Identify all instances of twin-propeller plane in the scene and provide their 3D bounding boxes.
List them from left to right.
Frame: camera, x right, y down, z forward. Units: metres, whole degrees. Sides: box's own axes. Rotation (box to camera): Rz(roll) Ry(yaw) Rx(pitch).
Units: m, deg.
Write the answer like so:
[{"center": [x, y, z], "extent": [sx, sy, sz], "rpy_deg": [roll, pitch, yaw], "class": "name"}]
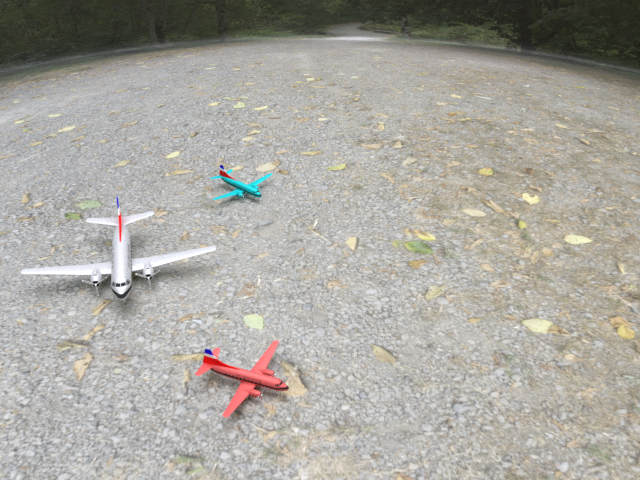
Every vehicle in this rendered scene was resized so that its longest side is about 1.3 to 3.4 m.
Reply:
[{"center": [-2.836, 0.128, 9.954], "extent": [2.663, 0.792, 2.129], "rpy_deg": [-7, 32, -12], "class": "twin-propeller plane"}, {"center": [-1.401, -0.996, 12.208], "extent": [1.095, 0.407, 1.370], "rpy_deg": [25, 39, 35], "class": "twin-propeller plane"}, {"center": [-0.860, 1.514, 8.013], "extent": [1.095, 0.407, 1.370], "rpy_deg": [11, 33, 18], "class": "twin-propeller plane"}]
